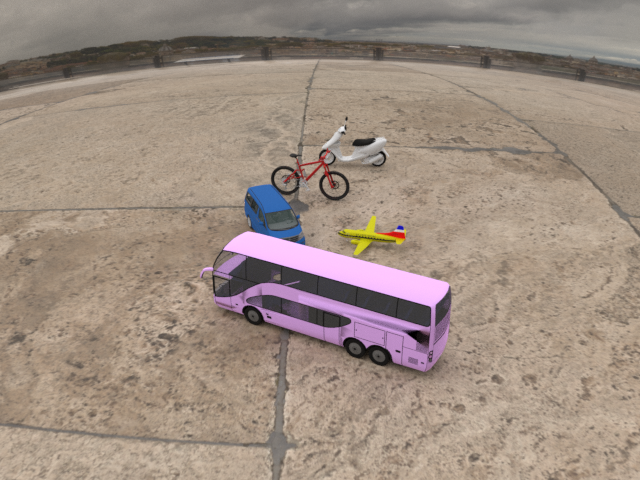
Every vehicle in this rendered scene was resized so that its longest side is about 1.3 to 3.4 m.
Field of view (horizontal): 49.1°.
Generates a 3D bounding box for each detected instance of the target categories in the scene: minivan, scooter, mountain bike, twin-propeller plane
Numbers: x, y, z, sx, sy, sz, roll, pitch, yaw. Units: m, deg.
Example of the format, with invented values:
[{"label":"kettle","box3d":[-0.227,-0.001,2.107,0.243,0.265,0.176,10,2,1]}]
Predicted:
[{"label":"minivan","box3d":[-0.743,-0.339,11.250,0.681,0.616,1.548,-11,30,-20]},{"label":"scooter","box3d":[0.675,-1.900,13.836,1.399,0.919,0.662,2,28,3]},{"label":"mountain bike","box3d":[-0.185,-1.159,12.511,1.469,0.868,0.573,7,29,14]},{"label":"twin-propeller plane","box3d":[0.808,-0.103,11.030,1.095,0.407,1.370,8,29,14]}]

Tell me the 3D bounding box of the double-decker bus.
[{"label":"double-decker bus","box3d":[0.022,0.705,8.844,3.251,1.052,0.756,14,31,25]}]
